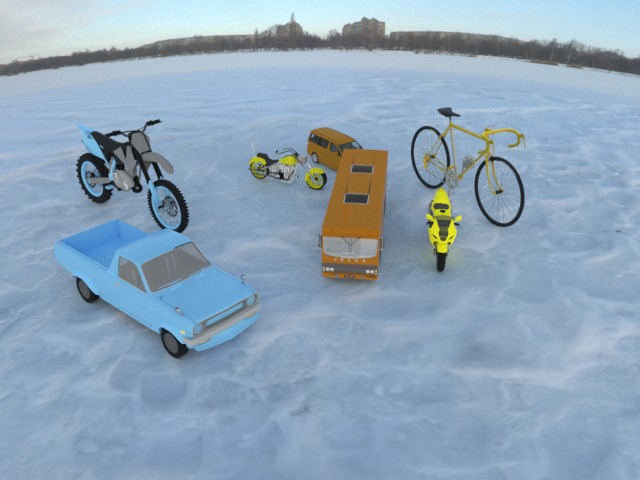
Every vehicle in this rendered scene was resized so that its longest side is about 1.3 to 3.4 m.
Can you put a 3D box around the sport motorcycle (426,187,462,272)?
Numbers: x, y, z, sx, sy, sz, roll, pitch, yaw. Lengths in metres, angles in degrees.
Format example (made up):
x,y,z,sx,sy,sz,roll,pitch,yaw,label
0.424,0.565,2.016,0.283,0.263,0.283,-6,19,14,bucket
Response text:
x,y,z,sx,sy,sz,roll,pitch,yaw,label
1.817,-0.170,10.509,0.506,0.821,1.520,3,27,6,sport motorcycle

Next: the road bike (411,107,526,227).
x,y,z,sx,sy,sz,roll,pitch,yaw,label
2.447,-1.361,11.948,0.696,1.656,3.004,-14,30,-25,road bike

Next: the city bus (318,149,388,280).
x,y,z,sx,sy,sz,roll,pitch,yaw,label
0.608,-0.477,11.038,0.926,0.894,3.255,3,27,6,city bus

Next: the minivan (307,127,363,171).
x,y,z,sx,sy,sz,roll,pitch,yaw,label
0.381,-1.752,13.880,0.681,0.616,1.548,-18,32,-32,minivan

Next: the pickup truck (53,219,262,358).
x,y,z,sx,sy,sz,roll,pitch,yaw,label
-2.203,0.422,9.141,3.117,0.993,1.244,22,34,36,pickup truck

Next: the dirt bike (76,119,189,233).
x,y,z,sx,sy,sz,roll,pitch,yaw,label
-3.160,-1.135,11.486,2.903,1.666,1.024,21,33,35,dirt bike

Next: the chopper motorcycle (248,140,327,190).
x,y,z,sx,sy,sz,roll,pitch,yaw,label
-0.613,-1.394,13.008,1.563,0.761,0.466,11,29,20,chopper motorcycle
